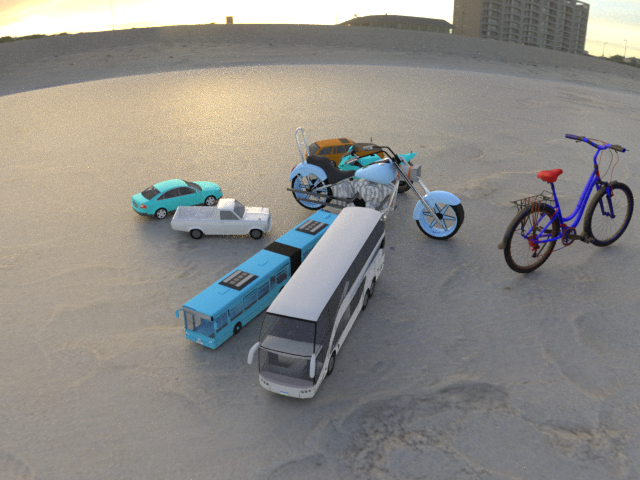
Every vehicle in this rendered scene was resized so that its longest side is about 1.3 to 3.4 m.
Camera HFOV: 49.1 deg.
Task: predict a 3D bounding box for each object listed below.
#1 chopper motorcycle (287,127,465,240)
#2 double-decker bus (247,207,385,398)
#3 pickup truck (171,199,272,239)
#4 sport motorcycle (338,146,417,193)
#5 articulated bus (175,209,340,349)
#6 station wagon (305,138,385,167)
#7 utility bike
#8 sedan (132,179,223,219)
[{"bbox_3d":[0.870,-0.934,11.424,3.040,1.480,0.906,12,30,22],"label":"chopper motorcycle"},{"bbox_3d":[0.109,0.681,8.767,0.756,1.052,3.251,9,29,17],"label":"double-decker bus"},{"bbox_3d":[-1.592,-0.369,11.386,1.603,0.511,0.640,0,27,0],"label":"pickup truck"},{"bbox_3d":[0.985,-1.249,12.750,1.520,0.821,0.506,0,27,1],"label":"sport motorcycle"},{"bbox_3d":[-0.638,0.425,9.795,0.605,0.561,3.401,16,31,27],"label":"articulated bus"},{"bbox_3d":[0.519,-1.795,14.184,1.597,0.473,0.682,-8,28,-15],"label":"station wagon"},{"bbox_3d":[3.670,-0.580,10.347,2.791,1.839,1.039,-15,31,-26],"label":"utility bike"},{"bbox_3d":[-2.480,-0.795,12.240,1.613,0.483,0.635,-17,32,-30],"label":"sedan"}]
